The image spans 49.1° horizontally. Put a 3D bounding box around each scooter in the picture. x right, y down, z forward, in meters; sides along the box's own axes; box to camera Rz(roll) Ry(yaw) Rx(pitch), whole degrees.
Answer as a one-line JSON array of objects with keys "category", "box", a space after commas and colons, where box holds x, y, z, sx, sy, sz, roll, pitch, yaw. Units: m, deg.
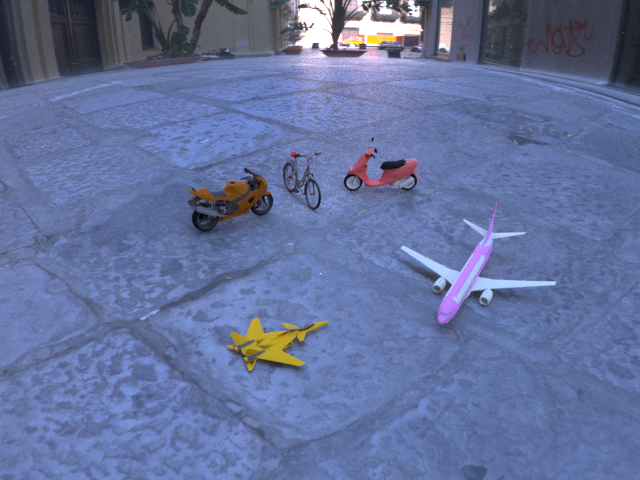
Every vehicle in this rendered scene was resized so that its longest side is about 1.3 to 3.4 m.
[{"category": "scooter", "box": [1.131, -1.323, 12.666, 1.399, 0.919, 0.662, -1, 29, -1]}]

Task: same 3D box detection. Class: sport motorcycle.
[{"category": "sport motorcycle", "box": [-1.447, -0.657, 11.543, 1.520, 0.821, 0.506, -17, 33, -29]}]

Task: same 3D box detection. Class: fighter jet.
[{"category": "fighter jet", "box": [-0.439, 1.165, 8.749, 1.358, 0.286, 1.147, -18, 33, -30]}]

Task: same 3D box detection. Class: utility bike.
[{"category": "utility bike", "box": [-0.296, -1.169, 12.355, 0.535, 0.946, 1.435, -15, 32, -25]}]

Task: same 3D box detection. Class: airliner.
[{"category": "airliner", "box": [2.101, 0.309, 9.750, 2.257, 0.835, 2.541, 14, 31, 24]}]
